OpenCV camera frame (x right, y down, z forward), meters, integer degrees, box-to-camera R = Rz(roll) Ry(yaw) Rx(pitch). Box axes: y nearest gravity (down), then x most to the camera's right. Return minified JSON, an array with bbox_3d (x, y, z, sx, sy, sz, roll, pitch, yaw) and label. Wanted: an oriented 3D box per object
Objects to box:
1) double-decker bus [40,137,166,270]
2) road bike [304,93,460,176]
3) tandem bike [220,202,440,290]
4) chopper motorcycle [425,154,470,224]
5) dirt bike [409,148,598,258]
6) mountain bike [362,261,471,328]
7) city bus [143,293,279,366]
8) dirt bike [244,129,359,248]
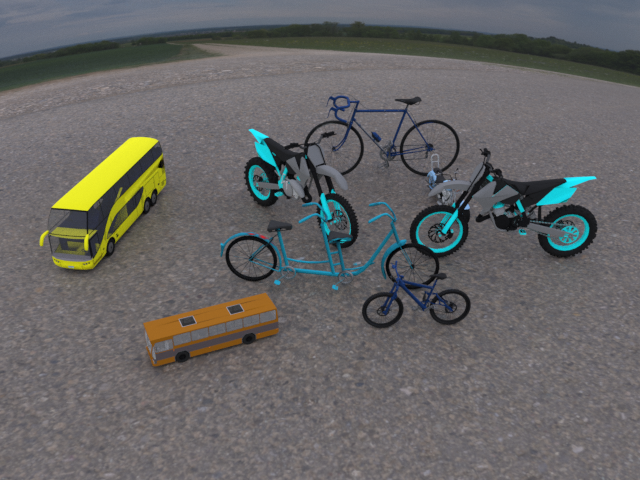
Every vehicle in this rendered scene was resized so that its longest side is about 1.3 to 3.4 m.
[{"bbox_3d":[-3.466,-0.662,11.637,0.756,1.052,3.251,5,30,9],"label":"double-decker bus"},{"bbox_3d":[1.188,-1.968,13.331,3.004,1.656,0.697,-1,30,-1],"label":"road bike"},{"bbox_3d":[0.124,0.088,10.034,3.192,1.326,0.550,3,30,5],"label":"tandem bike"},{"bbox_3d":[2.271,-0.905,12.362,0.466,0.761,1.563,-7,30,-13],"label":"chopper motorcycle"},{"bbox_3d":[2.835,-0.449,10.638,2.903,1.666,1.024,0,30,-1],"label":"dirt bike"},{"bbox_3d":[1.289,0.780,9.277,1.469,0.868,0.573,-2,30,-4],"label":"mountain bike"},{"bbox_3d":[-1.386,1.158,9.024,1.674,0.460,0.476,-13,32,-21],"label":"city bus"},{"bbox_3d":[-0.371,-0.997,11.606,1.024,1.666,2.903,-23,37,-35],"label":"dirt bike"}]
